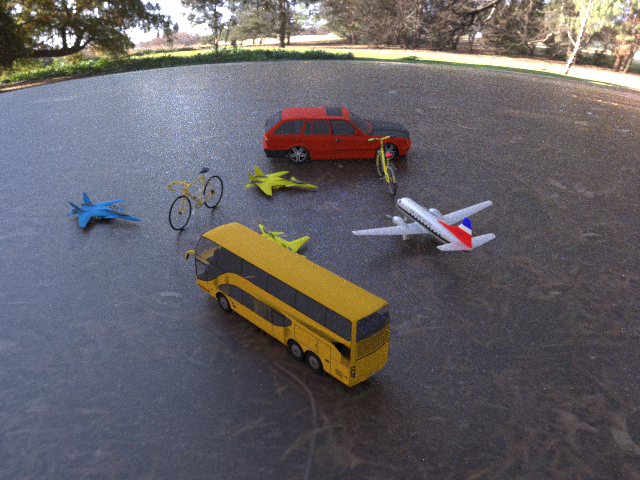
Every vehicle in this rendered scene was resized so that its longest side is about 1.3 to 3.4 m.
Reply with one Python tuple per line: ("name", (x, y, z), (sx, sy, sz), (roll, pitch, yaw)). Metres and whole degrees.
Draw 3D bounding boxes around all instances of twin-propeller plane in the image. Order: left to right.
("twin-propeller plane", (1.798, -0.347, 11.224), (2.663, 0.792, 2.129), (-13, 31, -22))

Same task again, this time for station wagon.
("station wagon", (0.359, -2.245, 14.619), (3.105, 0.920, 1.327), (-1, 28, -2))

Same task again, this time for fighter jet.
("fighter jet", (-3.661, -0.516, 12.073), (1.358, 0.286, 1.147), (11, 30, 19))
("fighter jet", (-0.749, -0.048, 11.202), (1.147, 0.286, 1.358), (-12, 31, -21))
("fighter jet", (-0.684, -1.137, 13.228), (1.358, 0.286, 1.147), (7, 29, 12))

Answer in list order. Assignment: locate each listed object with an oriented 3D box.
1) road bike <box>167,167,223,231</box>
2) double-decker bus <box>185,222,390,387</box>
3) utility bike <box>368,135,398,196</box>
("road bike", (-2.100, -0.758, 11.927), (0.358, 0.852, 1.545), (14, 31, 24))
("double-decker bus", (-0.499, 0.698, 9.007), (0.756, 1.052, 3.251), (-24, 37, -37))
("utility bike", (1.187, -1.429, 13.074), (0.535, 0.946, 1.435), (-5, 29, -9))
